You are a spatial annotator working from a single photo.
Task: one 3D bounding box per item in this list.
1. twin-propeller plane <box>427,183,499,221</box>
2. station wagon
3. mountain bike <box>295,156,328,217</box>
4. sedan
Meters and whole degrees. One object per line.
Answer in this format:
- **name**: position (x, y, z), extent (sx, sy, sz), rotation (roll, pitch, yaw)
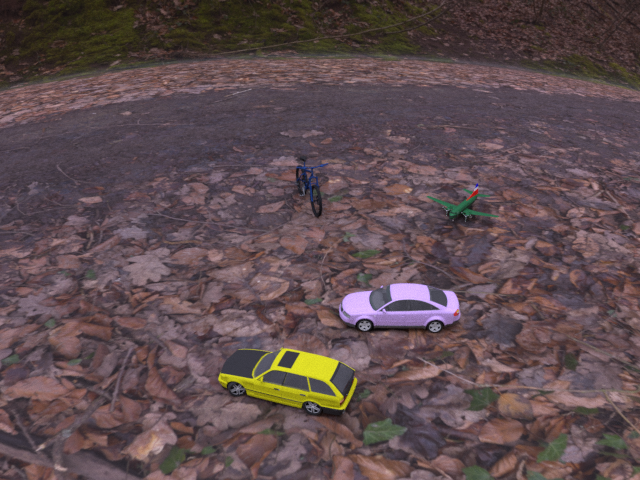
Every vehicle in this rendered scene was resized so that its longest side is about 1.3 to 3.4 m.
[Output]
- **twin-propeller plane**: position (2.520, -0.649, 12.206), extent (1.370, 0.407, 1.095), rotation (20, 34, 32)
- **station wagon**: position (-0.391, 1.559, 8.123), extent (1.597, 0.473, 0.682), rotation (9, 30, 16)
- **mountain bike**: position (-0.210, -1.021, 12.404), extent (0.573, 0.868, 1.469), rotation (-9, 30, -15)
- **sedan**: position (1.064, 0.870, 9.366), extent (1.613, 0.483, 0.635), rotation (1, 29, 1)
